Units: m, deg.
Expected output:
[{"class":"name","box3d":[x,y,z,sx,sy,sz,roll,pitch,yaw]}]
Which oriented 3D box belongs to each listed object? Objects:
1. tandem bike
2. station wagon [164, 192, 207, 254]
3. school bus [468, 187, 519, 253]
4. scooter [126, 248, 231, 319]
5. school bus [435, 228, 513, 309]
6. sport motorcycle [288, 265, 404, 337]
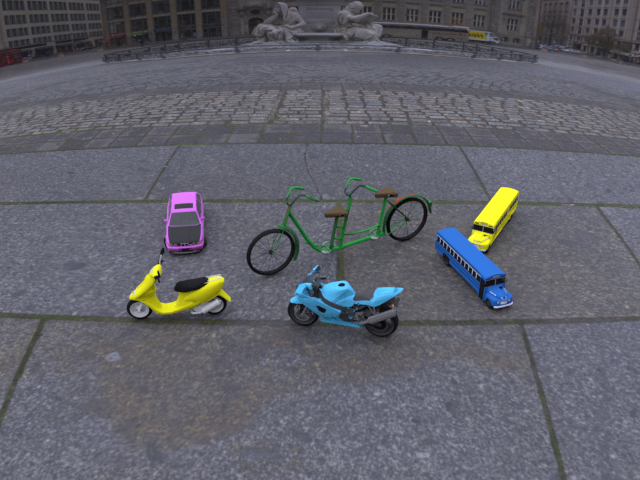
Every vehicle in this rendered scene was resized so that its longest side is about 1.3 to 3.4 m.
[{"class":"tandem bike","box3d":[0.370,-0.314,10.614,3.192,1.326,0.550,-14,33,-22]},{"class":"station wagon","box3d":[-2.216,-0.337,11.497,0.682,0.473,1.597,-4,31,-8]},{"class":"school bus","box3d":[2.861,-0.342,11.545,0.365,0.434,1.708,16,34,25]},{"class":"scooter","box3d":[-1.916,0.644,9.378,1.399,0.919,0.662,-3,30,-6]},{"class":"school bus","box3d":[2.249,0.398,10.279,0.365,0.434,1.708,-11,32,-17]},{"class":"sport motorcycle","box3d":[0.309,0.842,9.136,1.520,0.821,0.506,6,31,11]}]
